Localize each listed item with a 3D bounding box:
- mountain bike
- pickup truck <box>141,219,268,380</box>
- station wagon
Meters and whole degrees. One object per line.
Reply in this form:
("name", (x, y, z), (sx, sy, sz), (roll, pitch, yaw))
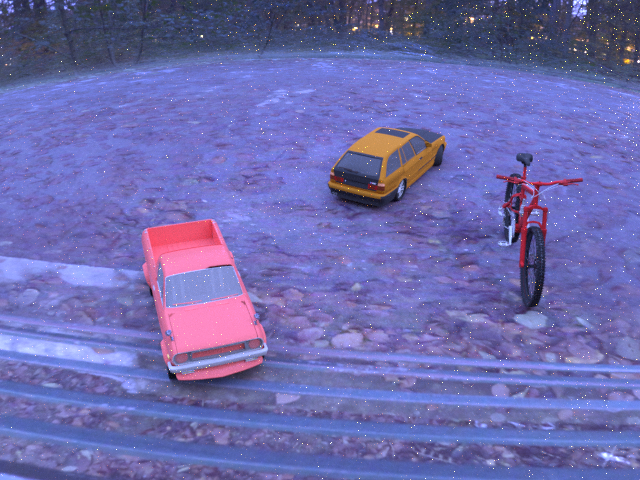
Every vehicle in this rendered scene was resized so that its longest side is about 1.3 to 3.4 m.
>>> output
("mountain bike", (2.927, -0.333, 10.020), (1.114, 1.688, 2.857), (3, 29, 5))
("pickup truck", (-1.602, 0.567, 9.111), (1.244, 0.993, 3.117), (-9, 30, -16))
("station wagon", (1.365, -1.606, 13.116), (1.327, 0.920, 3.105), (16, 33, 26))
